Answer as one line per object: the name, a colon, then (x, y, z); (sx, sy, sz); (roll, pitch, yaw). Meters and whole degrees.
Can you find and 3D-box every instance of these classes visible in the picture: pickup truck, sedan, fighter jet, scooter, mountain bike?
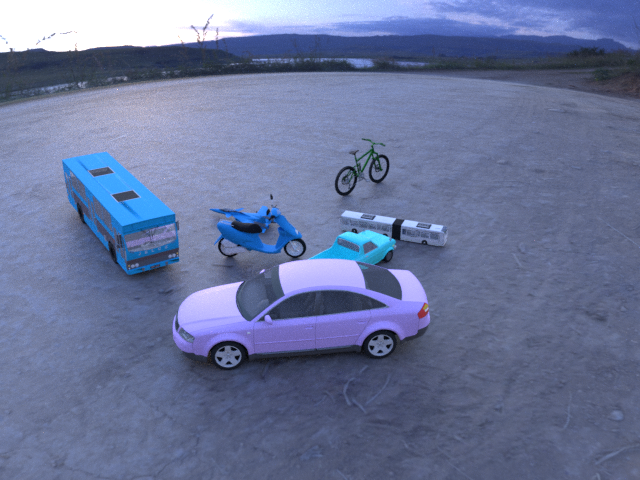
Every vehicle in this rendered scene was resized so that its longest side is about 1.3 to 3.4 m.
pickup truck: (0.441, 0.207, 10.252); (0.640, 0.511, 1.603); (21, 33, 36)
sedan: (-0.225, 0.803, 8.561); (3.137, 0.940, 1.235); (-3, 27, -7)
fighter jet: (-1.347, -0.463, 11.860); (1.358, 0.286, 1.147); (15, 30, 27)
scooter: (-0.907, -0.152, 10.517); (1.399, 0.919, 0.662); (1, 26, 1)
mountain bike: (0.807, -1.358, 13.016); (1.469, 0.868, 0.573); (-23, 35, -39)

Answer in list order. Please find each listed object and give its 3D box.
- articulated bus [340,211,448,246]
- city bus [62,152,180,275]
articulated bus: (1.170, -0.191, 11.309); (1.749, 0.289, 0.311); (10, 28, 19)
city bus: (-3.259, -0.487, 11.223); (0.926, 0.894, 3.255); (-16, 30, -29)
